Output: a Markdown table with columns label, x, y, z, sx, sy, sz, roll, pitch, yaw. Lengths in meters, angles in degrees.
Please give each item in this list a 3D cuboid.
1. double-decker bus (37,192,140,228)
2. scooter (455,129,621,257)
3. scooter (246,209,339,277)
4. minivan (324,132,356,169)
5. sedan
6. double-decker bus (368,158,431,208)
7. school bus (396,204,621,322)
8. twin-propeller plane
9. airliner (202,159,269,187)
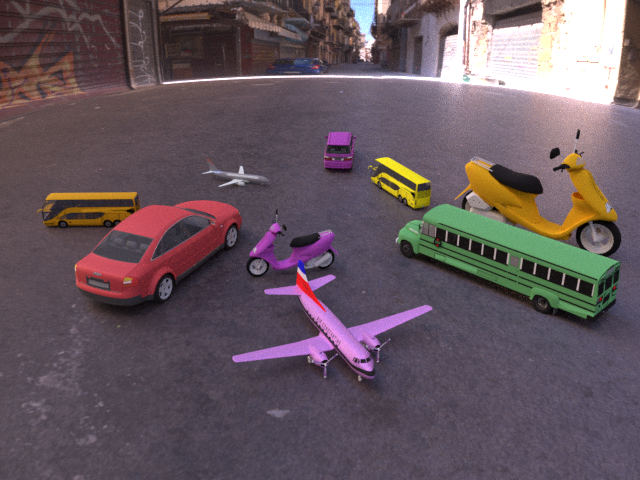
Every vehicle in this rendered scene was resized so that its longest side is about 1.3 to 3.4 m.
| label | x | y | z | sx | sy | sz | roll | pitch | yaw |
| --- | --- | --- | --- | --- | --- | --- | --- | --- | --- |
| double-decker bus | -3.921 | -0.518 | 11.926 | 1.672 | 0.541 | 0.389 | -1 | 26 | -1 |
| scooter | 3.458 | -0.803 | 11.090 | 2.721 | 1.786 | 1.288 | 17 | 31 | 31 |
| scooter | -0.407 | 0.064 | 10.302 | 1.399 | 0.919 | 0.662 | -6 | 27 | -13 |
| minivan | 0.419 | -1.960 | 14.794 | 0.681 | 0.616 | 1.548 | 2 | 26 | 4 |
| sedan | -2.290 | -0.025 | 10.461 | 1.235 | 0.940 | 3.137 | 11 | 28 | 22 |
| double-decker bus | 1.483 | -1.096 | 13.111 | 0.389 | 0.541 | 1.672 | -12 | 29 | -23 |
| school bus | 2.542 | 0.213 | 10.082 | 3.322 | 0.844 | 0.709 | 23 | 34 | 39 |
| twin-propeller plane | 0.136 | 0.979 | 8.572 | 2.663 | 0.792 | 2.129 | -12 | 28 | -23 |
| airliner | -1.617 | -1.330 | 13.716 | 1.307 | 0.429 | 1.161 | 7 | 27 | 14 |
